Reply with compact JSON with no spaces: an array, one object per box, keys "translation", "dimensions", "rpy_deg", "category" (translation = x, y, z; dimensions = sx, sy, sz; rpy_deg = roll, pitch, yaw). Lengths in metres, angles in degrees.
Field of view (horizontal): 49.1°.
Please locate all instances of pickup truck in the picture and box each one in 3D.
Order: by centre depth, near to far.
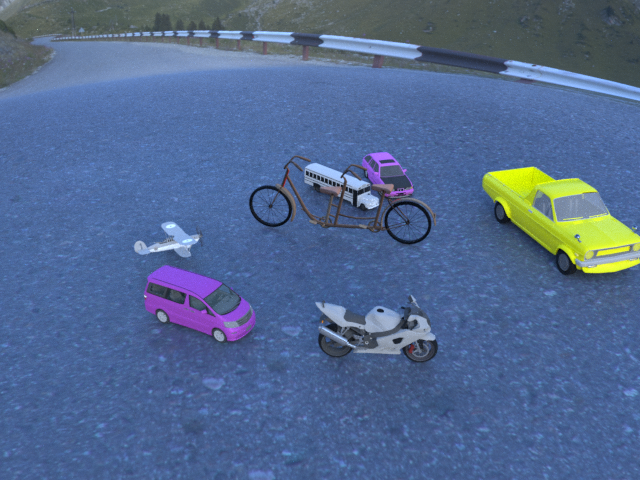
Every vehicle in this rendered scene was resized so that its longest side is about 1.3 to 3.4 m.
[{"translation":[3.900,-0.497,11.543],"dimensions":[1.244,0.993,3.117],"rpy_deg":[-8,29,-15],"category":"pickup truck"}]

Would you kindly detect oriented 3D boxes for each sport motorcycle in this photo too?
[{"translation":[0.699,1.123,8.618],"dimensions":[1.520,0.821,0.506],"rpy_deg":[3,28,6],"category":"sport motorcycle"}]

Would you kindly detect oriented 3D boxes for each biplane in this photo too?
[{"translation":[-2.374,0.054,11.013],"dimensions":[1.090,0.504,1.336],"rpy_deg":[-14,31,-25],"category":"biplane"}]

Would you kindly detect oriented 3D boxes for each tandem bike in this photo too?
[{"translation":[0.324,-0.658,11.492],"dimensions":[3.192,1.326,0.550],"rpy_deg":[7,28,13],"category":"tandem bike"}]

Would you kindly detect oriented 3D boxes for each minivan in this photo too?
[{"translation":[-1.612,0.837,9.390],"dimensions":[1.548,0.616,0.681],"rpy_deg":[14,31,25],"category":"minivan"}]

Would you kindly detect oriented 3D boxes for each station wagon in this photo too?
[{"translation":[1.311,-1.304,13.654],"dimensions":[0.682,0.473,1.597],"rpy_deg":[-7,28,-13],"category":"station wagon"}]

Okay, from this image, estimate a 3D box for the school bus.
[{"translation":[0.404,-1.003,13.119],"dimensions":[0.365,0.434,1.708],"rpy_deg":[-24,36,-38],"category":"school bus"}]
